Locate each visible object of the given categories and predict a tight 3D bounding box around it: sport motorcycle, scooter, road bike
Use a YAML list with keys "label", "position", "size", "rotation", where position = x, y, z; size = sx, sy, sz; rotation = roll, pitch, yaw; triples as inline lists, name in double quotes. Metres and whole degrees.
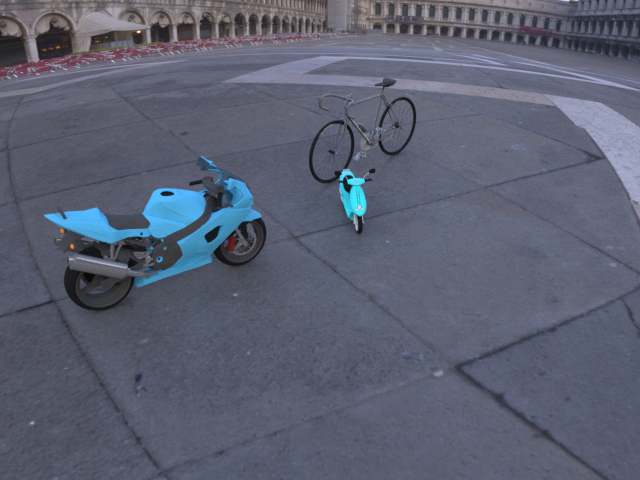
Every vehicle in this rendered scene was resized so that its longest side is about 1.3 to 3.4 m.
- label: "sport motorcycle"
  position: [-2.039, -0.071, 9.364]
  size: [2.955, 1.596, 0.983]
  rotation: [-18, 34, -28]
- label: "scooter"
  position: [0.526, -0.777, 11.320]
  size: [0.662, 0.919, 1.399]
  rotation: [-4, 30, -8]
- label: "road bike"
  position: [0.864, -2.106, 12.942]
  size: [0.696, 1.656, 3.004]
  rotation: [26, 38, 38]
